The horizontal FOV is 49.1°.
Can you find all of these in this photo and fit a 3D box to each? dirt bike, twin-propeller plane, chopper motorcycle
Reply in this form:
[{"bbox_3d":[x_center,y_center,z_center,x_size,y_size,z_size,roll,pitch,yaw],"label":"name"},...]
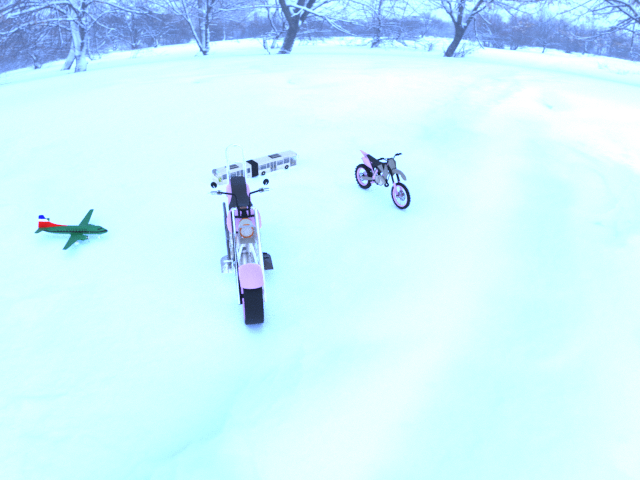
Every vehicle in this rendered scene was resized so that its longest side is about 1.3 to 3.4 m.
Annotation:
[{"bbox_3d":[1.084,-1.118,12.156,0.527,0.857,1.493,-18,34,-30],"label":"dirt bike"},{"bbox_3d":[-3.876,-0.209,10.965,1.095,0.407,1.370,0,29,1],"label":"twin-propeller plane"},{"bbox_3d":[-1.068,-0.161,9.762,0.906,1.480,3.040,-5,29,-9],"label":"chopper motorcycle"}]

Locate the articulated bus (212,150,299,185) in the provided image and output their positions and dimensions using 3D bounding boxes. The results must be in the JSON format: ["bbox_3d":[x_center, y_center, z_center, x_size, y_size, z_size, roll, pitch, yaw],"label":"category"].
[{"bbox_3d":[-1.202,-1.371,13.209,1.749,0.289,0.311,-19,34,-30],"label":"articulated bus"}]
